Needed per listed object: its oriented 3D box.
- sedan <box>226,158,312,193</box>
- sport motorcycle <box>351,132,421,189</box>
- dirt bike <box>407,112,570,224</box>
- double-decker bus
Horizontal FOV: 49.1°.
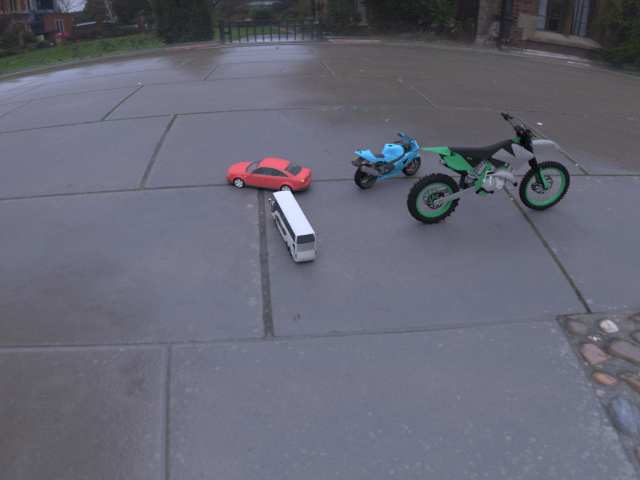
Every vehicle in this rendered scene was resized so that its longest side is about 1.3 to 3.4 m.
[{"bbox_3d":[-0.948,-1.230,12.862,1.613,0.483,0.635,9,32,15],"label":"sedan"},{"bbox_3d":[1.260,-1.448,12.897,1.520,0.821,0.506,-17,35,-26],"label":"sport motorcycle"},{"bbox_3d":[2.844,-1.126,11.545,2.903,1.666,1.024,-7,32,-11],"label":"dirt bike"},{"bbox_3d":[-0.449,-0.263,11.203,0.389,0.541,1.672,-9,32,-14],"label":"double-decker bus"}]
